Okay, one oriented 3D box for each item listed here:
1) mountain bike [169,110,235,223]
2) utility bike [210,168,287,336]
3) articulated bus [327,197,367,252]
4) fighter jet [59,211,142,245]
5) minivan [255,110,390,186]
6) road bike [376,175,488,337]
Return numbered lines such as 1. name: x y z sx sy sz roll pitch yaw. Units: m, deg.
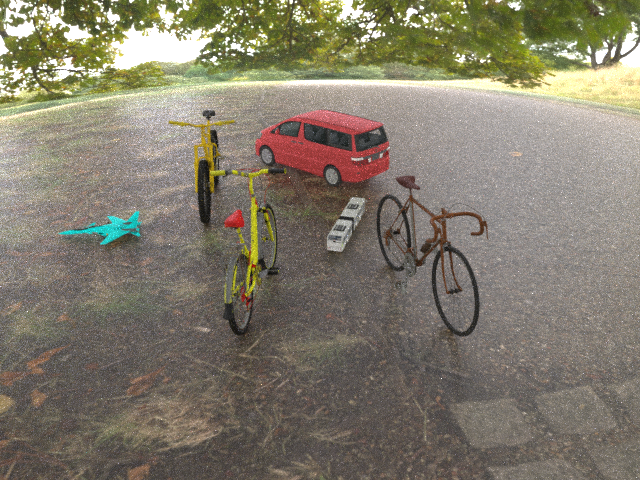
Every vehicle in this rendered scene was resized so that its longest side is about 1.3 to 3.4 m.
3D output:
1. mountain bike: -2.030 -1.483 12.693 1.114 1.688 2.857 -1 26 -2
2. utility bike: -1.014 -0.003 9.430 1.039 1.839 2.791 4 26 7
3. articulated bus: 0.461 -0.285 11.812 0.311 0.289 1.749 7 26 14
4. fighter jet: -3.687 -0.229 11.698 1.358 0.286 1.147 -4 26 -9
5. minivan: -0.026 -2.015 14.373 3.011 1.197 1.324 21 33 37
6. road bike: 1.392 0.049 9.532 0.696 1.656 3.004 -9 27 -17
